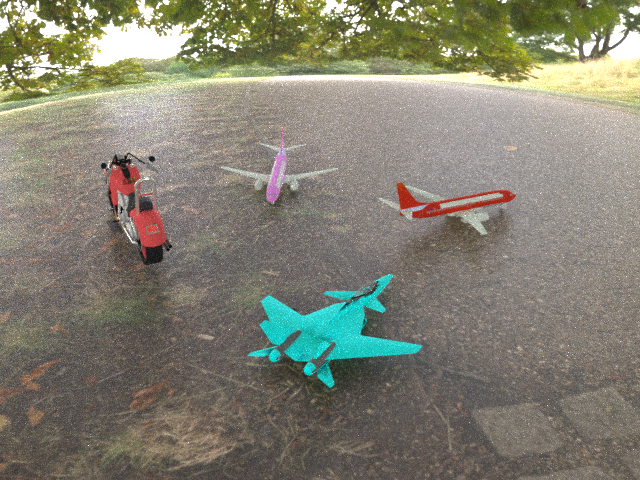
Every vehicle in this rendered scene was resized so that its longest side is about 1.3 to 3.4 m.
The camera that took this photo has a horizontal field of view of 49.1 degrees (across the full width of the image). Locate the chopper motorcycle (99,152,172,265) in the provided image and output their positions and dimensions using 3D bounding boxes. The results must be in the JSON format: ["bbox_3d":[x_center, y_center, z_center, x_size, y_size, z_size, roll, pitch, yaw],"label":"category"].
[{"bbox_3d":[-2.970,-0.714,10.927,0.906,1.480,3.040,-12,28,-23],"label":"chopper motorcycle"}]

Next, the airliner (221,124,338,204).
[{"bbox_3d":[-0.797,-1.432,13.149,2.257,0.835,2.541,1,26,2],"label":"airliner"}]

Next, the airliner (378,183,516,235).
[{"bbox_3d":[2.311,-0.754,11.749,2.541,0.835,2.257,-12,28,-23],"label":"airliner"}]

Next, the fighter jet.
[{"bbox_3d":[0.326,0.825,8.809,2.229,0.557,2.640,15,30,28],"label":"fighter jet"}]
